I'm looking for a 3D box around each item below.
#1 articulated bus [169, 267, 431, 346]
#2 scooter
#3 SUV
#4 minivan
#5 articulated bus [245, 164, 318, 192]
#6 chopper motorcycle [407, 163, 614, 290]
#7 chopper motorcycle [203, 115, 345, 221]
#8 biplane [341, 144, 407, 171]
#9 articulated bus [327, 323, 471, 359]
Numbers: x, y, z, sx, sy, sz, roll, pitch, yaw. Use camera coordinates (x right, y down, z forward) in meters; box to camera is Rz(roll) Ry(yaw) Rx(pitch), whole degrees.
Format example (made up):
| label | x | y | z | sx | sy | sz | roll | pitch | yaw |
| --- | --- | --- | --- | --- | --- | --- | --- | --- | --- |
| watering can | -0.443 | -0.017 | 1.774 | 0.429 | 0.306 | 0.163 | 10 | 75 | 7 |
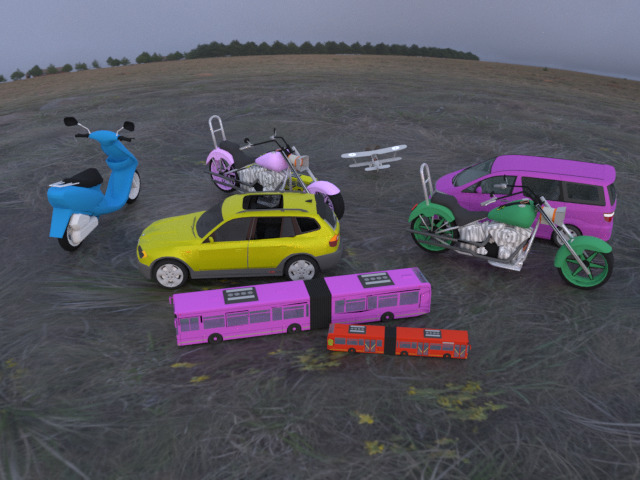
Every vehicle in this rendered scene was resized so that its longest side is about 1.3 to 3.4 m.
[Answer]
| label | x | y | z | sx | sy | sz | roll | pitch | yaw |
| --- | --- | --- | --- | --- | --- | --- | --- | --- | --- |
| articulated bus | -0.229 | 0.856 | 9.208 | 3.401 | 0.561 | 0.605 | -6 | 27 | -11 |
| scooter | -3.716 | -1.052 | 11.647 | 1.288 | 1.786 | 2.721 | 6 | 27 | 12 |
| SUV | -1.187 | -0.072 | 10.425 | 3.058 | 1.128 | 1.276 | -2 | 27 | -3 |
| minivan | 3.335 | -0.750 | 11.702 | 3.011 | 1.197 | 1.324 | 10 | 28 | 18 |
| articulated bus | -0.834 | -1.212 | 13.638 | 1.749 | 0.289 | 0.311 | 16 | 31 | 29 |
| chopper motorcycle | 2.773 | -0.216 | 10.320 | 3.040 | 1.480 | 0.906 | 12 | 29 | 23 |
| chopper motorcycle | -0.864 | -1.236 | 12.357 | 3.040 | 1.480 | 0.906 | 19 | 32 | 33 |
| biplane | 1.102 | -1.608 | 14.186 | 1.336 | 0.504 | 1.090 | -1 | 27 | -1 |
| articulated bus | 0.972 | 1.256 | 8.713 | 1.749 | 0.289 | 0.311 | 3 | 27 | 5 |
